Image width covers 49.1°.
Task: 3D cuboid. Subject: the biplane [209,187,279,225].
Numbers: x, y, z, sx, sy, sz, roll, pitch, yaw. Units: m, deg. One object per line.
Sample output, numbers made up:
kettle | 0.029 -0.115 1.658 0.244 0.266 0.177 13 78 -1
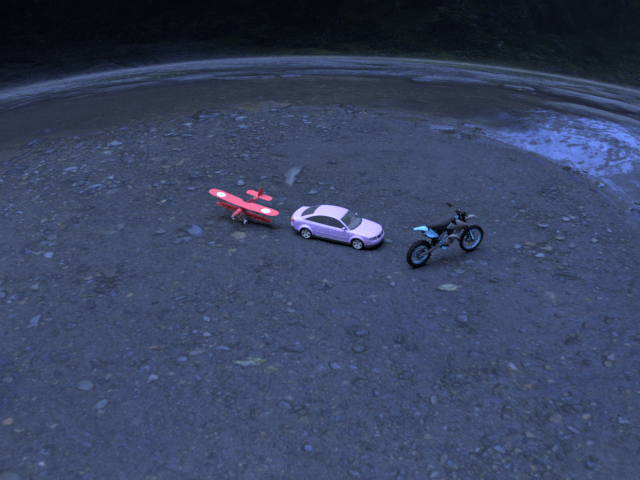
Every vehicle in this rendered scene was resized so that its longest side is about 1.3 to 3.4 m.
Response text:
biplane | -1.260 -0.603 12.354 1.336 0.504 1.090 12 31 21

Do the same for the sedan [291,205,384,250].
sedan | 0.296 -0.270 11.776 1.613 0.483 0.635 12 31 21

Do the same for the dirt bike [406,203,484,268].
dirt bike | 1.997 -0.078 11.046 1.493 0.857 0.527 -15 32 -24
